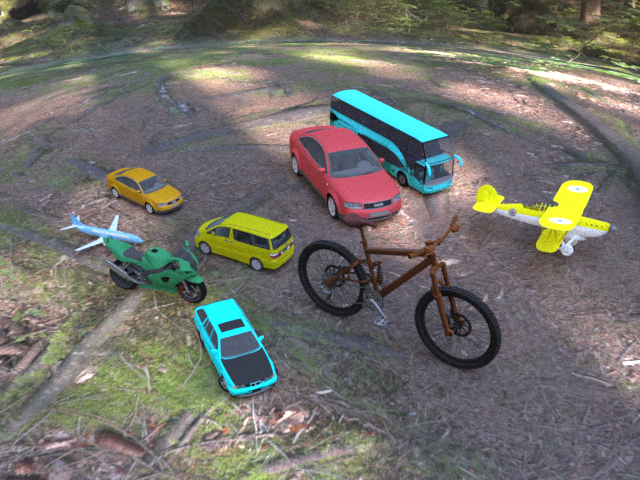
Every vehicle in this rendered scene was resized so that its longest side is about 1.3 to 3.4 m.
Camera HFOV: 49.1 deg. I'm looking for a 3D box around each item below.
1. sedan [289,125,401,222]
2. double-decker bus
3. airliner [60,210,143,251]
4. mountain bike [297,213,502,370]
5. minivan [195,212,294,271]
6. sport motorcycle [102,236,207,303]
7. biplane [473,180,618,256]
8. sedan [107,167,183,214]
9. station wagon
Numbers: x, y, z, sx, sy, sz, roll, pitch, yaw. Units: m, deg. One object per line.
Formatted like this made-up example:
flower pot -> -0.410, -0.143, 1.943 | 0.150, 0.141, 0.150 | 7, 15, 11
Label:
sedan -> 0.388, -1.315, 12.311 | 1.235, 0.940, 3.137 | -11, 32, -18
double-decker bus -> 1.299, -1.873, 13.146 | 0.756, 1.052, 3.251 | -18, 35, -27
airliner -> -3.349, -0.182, 10.893 | 1.307, 0.429, 1.161 | 9, 32, 15
mountain bike -> 0.877, 0.511, 8.479 | 2.857, 1.688, 1.114 | 20, 36, 30
minivan -> -1.162, -0.049, 10.483 | 1.548, 0.616, 0.681 | 16, 34, 25
sport motorcycle -> -2.243, 0.401, 9.519 | 1.520, 0.821, 0.506 | 10, 32, 17
biplane -> 3.422, -0.382, 10.690 | 2.120, 0.981, 2.598 | 15, 34, 23
sedan -> -3.032, -0.912, 12.077 | 1.613, 0.483, 0.635 | 23, 37, 33
station wagon -> -1.044, 1.233, 8.450 | 0.682, 0.473, 1.597 | -13, 33, -21
